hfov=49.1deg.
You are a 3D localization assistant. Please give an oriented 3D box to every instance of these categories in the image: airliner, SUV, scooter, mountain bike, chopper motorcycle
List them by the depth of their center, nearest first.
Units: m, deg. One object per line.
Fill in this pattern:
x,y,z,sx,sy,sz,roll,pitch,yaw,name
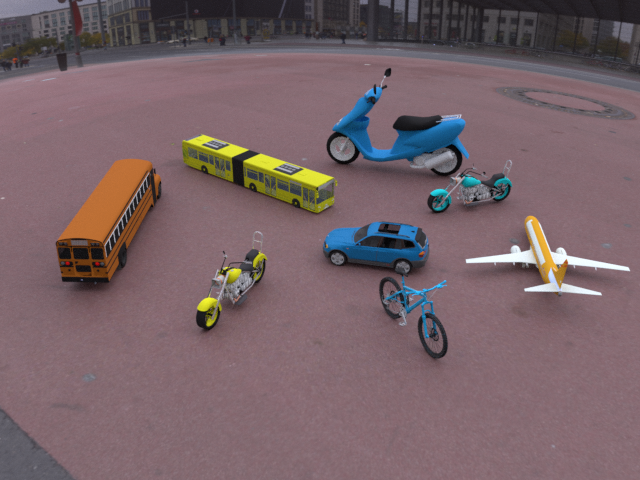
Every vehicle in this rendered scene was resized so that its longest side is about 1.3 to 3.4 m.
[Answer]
1.138,0.815,8.673,0.573,0.868,1.469,-14,32,-23,mountain bike
-1.164,0.521,9.306,0.466,0.761,1.563,14,32,23,chopper motorcycle
3.236,0.054,10.061,2.257,0.835,2.541,3,29,5,airliner
0.829,0.048,10.332,1.572,0.580,0.656,7,30,13,SUV
2.560,-0.909,11.853,1.563,0.761,0.466,-10,31,-16,chopper motorcycle
1.430,-2.129,12.979,2.721,1.786,1.288,8,30,15,scooter

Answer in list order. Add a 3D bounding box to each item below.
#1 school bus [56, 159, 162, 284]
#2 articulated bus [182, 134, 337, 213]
-3.172,-0.451,10.953,0.709,0.844,3.322,1,29,2,school bus
-1.180,-1.248,12.661,3.401,0.561,0.605,22,36,33,articulated bus
